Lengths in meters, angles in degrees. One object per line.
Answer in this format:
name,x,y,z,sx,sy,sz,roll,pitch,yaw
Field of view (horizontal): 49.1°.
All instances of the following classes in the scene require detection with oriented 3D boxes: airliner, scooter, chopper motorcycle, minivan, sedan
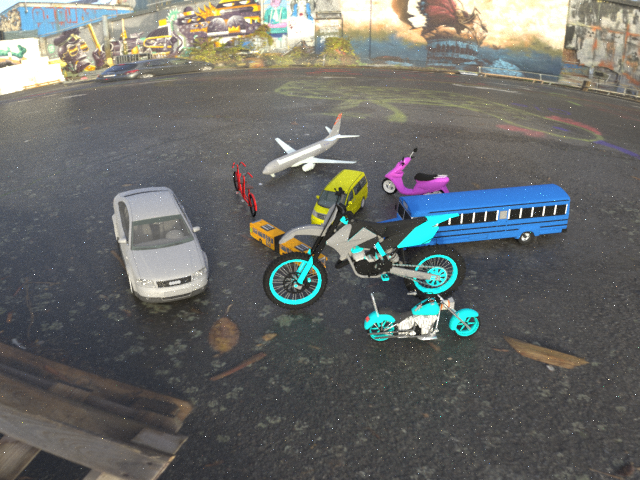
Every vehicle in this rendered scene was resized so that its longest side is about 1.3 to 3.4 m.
airliner,-0.316,-2.001,14.786,2.257,0.835,2.541,22,35,35
scooter,1.803,-1.174,13.119,1.399,0.919,0.662,15,31,27
chopper motorcycle,1.354,0.983,9.171,1.563,0.761,0.466,-4,28,-7
minivan,0.364,-0.728,12.594,0.681,0.616,1.548,11,30,20
sedan,-2.574,-0.100,11.045,1.235,0.940,3.137,-10,29,-18

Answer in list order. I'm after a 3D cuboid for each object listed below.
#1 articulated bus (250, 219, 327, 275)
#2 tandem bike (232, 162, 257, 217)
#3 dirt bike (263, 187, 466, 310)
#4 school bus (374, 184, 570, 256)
articulated bus,-0.546,0.093,11.378,0.311,0.289,1.749,-21,34,-34
tandem bike,-1.416,-0.993,13.028,0.283,0.682,1.642,-10,29,-18
dirt bike,0.646,0.200,9.690,2.903,1.666,1.024,-3,28,-6
school bus,2.451,-0.348,11.622,3.322,0.844,0.709,-5,28,-10
